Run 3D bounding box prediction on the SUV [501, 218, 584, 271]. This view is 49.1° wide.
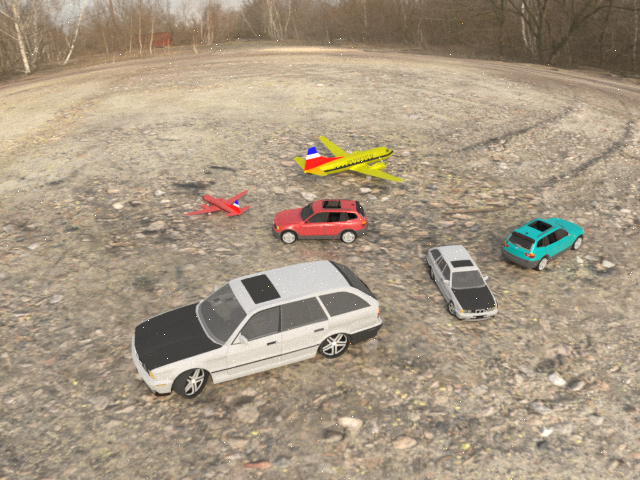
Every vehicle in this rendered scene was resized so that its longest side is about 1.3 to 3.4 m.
[{"bbox_3d":[3.510,-0.038,10.945,1.572,0.580,0.656,-23,37,-35],"label":"SUV"}]

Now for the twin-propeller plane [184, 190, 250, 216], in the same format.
[{"bbox_3d":[-1.731,-0.651,12.201,1.370,0.407,1.095,-26,39,-38],"label":"twin-propeller plane"}]

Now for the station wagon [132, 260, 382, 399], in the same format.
[{"bbox_3d":[-0.795,0.995,8.780,3.105,0.920,1.327,-12,32,-20],"label":"station wagon"}]

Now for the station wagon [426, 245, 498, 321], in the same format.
[{"bbox_3d":[2.019,0.553,10.012,0.682,0.473,1.597,-4,30,-8],"label":"station wagon"}]

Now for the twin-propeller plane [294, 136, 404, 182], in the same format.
[{"bbox_3d":[0.589,-1.605,13.493,2.129,0.792,2.663,-18,34,-29],"label":"twin-propeller plane"}]

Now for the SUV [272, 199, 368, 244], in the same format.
[{"bbox_3d":[0.003,-0.335,11.468,1.572,0.580,0.656,0,30,-1],"label":"SUV"}]
